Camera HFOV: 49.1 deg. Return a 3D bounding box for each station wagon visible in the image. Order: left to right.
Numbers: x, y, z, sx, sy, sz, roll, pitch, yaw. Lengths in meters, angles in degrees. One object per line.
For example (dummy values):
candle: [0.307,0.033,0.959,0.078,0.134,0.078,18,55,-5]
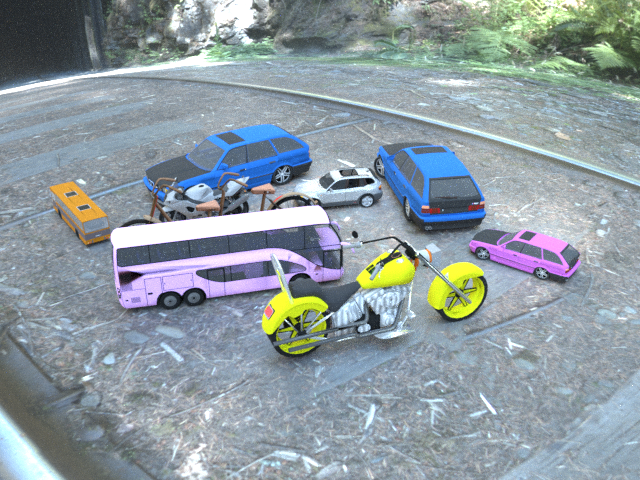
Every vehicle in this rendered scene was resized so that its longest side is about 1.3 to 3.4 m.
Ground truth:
station wagon: [-1.691,-1.441,12.884,3.105,0.920,1.327,-18,33,-30]
station wagon: [1.883,-1.198,12.435,1.327,0.920,3.105,-5,29,-9]
station wagon: [3.036,0.130,10.449,1.597,0.473,0.682,20,34,32]

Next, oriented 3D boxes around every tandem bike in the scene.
tandem bike: [-1.518,-0.392,10.518,3.192,1.326,0.550,-10,30,-18]

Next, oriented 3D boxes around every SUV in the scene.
SUV: [0.312,-0.915,12.270,1.572,0.580,0.656,-6,29,-10]

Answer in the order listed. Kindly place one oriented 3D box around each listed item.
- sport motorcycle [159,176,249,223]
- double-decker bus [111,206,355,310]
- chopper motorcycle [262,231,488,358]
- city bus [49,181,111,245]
sport motorcycle: [-1.883,-0.606,11.445,1.520,0.821,0.506,-9,30,-16]
double-decker bus: [-1.178,0.214,9.686,3.251,1.052,0.756,-7,29,-13]
chopper motorcycle: [0.749,0.575,8.567,3.040,1.480,0.906,-11,30,-20]
city bus: [-3.958,-0.442,11.522,0.476,0.460,1.674,-19,34,-31]
